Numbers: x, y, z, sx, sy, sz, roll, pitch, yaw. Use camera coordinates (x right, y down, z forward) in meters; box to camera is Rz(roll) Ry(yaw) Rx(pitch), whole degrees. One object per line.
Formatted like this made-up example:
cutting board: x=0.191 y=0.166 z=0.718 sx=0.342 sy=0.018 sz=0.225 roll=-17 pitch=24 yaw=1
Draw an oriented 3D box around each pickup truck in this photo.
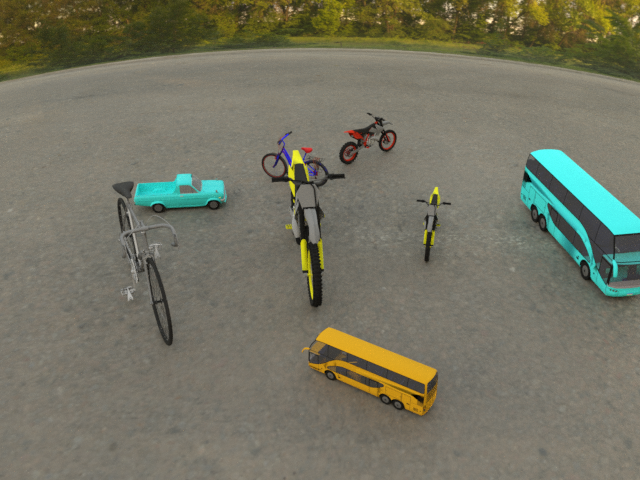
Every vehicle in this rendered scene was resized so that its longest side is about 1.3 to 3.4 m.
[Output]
pickup truck: x=-2.468 y=-0.863 z=12.397 sx=1.603 sy=0.511 sz=0.640 roll=-4 pitch=31 yaw=-6

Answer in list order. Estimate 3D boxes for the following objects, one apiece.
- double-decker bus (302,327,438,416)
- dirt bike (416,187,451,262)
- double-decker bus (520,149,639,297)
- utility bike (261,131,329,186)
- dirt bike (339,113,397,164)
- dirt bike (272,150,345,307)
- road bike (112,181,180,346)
double-decker bus: x=0.579 y=1.525 z=8.314 sx=1.672 sy=0.541 sz=0.389 roll=18 pitch=35 yaw=28
dirt bike: x=1.788 y=-0.314 z=11.124 sx=0.527 sy=0.857 sz=1.493 roll=7 pitch=31 yaw=11
double-decker bus: x=4.115 y=-0.328 z=10.956 sx=0.756 sy=1.052 sz=3.251 roll=-5 pitch=31 yaw=-8
utility bike: x=-0.479 y=-1.462 z=12.986 sx=1.435 sy=0.946 sz=0.535 roll=12 pitch=33 yaw=20
dirt bike: x=0.983 y=-2.059 z=14.087 sx=1.493 sy=0.857 sz=0.527 roll=-21 pitch=36 yaw=-31
dirt bike: x=-0.206 y=-0.340 z=10.372 sx=1.024 sy=1.666 sz=2.903 roll=-4 pitch=31 yaw=-7
road bike: x=-2.455 y=0.151 z=9.549 sx=0.696 sy=1.656 sz=3.004 roll=-13 pitch=33 yaw=-21
